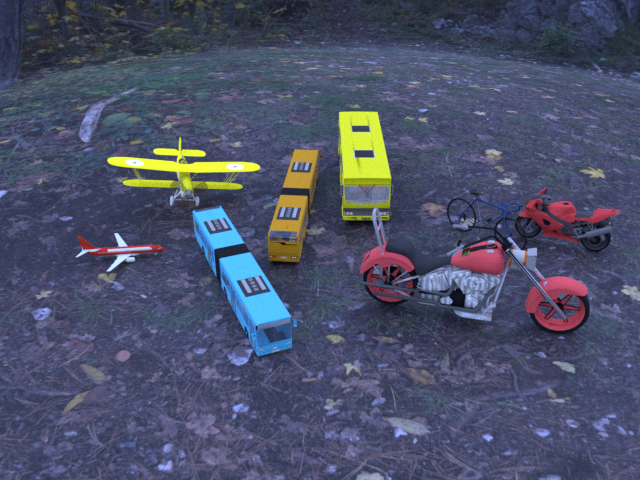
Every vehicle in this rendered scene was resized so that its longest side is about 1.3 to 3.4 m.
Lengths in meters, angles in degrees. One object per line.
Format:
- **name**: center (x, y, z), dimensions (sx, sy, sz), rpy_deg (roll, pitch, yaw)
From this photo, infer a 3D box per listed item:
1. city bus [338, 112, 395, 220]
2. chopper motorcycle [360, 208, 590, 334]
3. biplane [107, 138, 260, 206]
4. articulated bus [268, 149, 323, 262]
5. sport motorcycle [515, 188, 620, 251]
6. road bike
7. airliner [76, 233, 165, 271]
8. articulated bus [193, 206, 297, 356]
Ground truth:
- **city bus**: center (0.776, -1.425, 13.048), dimensions (0.926, 0.894, 3.255), rpy_deg (0, 30, 0)
- **chopper motorcycle**: center (2.035, 0.408, 9.278), dimensions (3.040, 1.480, 0.906), rpy_deg (7, 31, 13)
- **biplane**: center (-2.419, -1.239, 12.639), dimensions (2.598, 0.981, 2.120), rpy_deg (-7, 31, -13)
- **articulated bus**: center (-0.402, -0.691, 12.108), dimensions (0.605, 0.561, 3.401), rpy_deg (3, 30, 4)
- **sport motorcycle**: center (3.906, -0.300, 11.168), dimensions (1.520, 0.821, 0.506), rpy_deg (13, 32, 21)
- **road bike**: center (2.666, -0.353, 11.229), dimensions (0.358, 0.852, 1.545), rpy_deg (-25, 38, -36)
- **airliner**: center (-3.094, 0.086, 10.891), dimensions (1.307, 0.429, 1.161), rpy_deg (-4, 30, -7)
- **articulated bus**: center (-1.200, 0.462, 10.104), dimensions (0.605, 0.561, 3.401), rpy_deg (-12, 32, -19)
